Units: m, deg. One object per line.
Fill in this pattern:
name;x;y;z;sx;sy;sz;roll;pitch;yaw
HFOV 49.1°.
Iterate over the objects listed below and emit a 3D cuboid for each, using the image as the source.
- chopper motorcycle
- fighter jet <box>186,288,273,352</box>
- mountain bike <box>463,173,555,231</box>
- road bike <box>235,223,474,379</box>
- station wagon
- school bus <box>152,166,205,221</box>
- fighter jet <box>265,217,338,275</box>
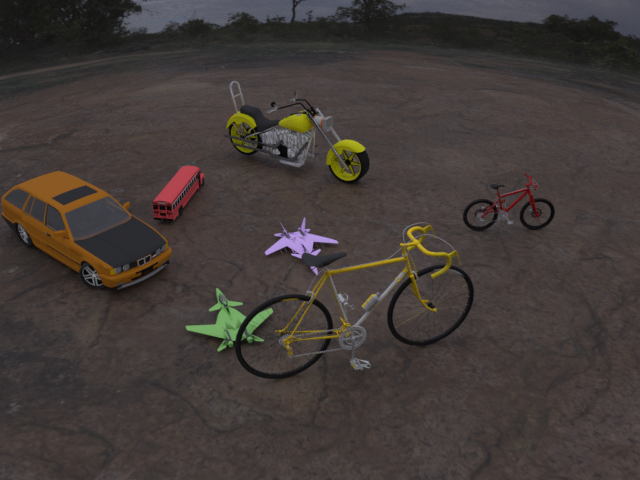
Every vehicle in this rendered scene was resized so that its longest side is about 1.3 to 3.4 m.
chopper motorcycle;-0.474;-2.021;13.031;3.040;1.480;0.906;16;34;26
fighter jet;-1.204;0.914;9.149;1.147;0.286;1.358;-10;32;-17
mountain bike;3.011;-0.539;11.080;1.469;0.868;0.573;-1;30;-2
road bike;0.475;0.741;8.080;3.004;1.656;0.697;-10;32;-17
station wagon;-3.573;-0.258;10.543;3.105;0.920;1.327;23;37;35
school bus;-2.400;-0.851;12.053;0.365;0.434;1.708;5;30;8
fighter jet;-0.242;0.106;10.547;1.147;0.286;1.358;-9;31;-15
